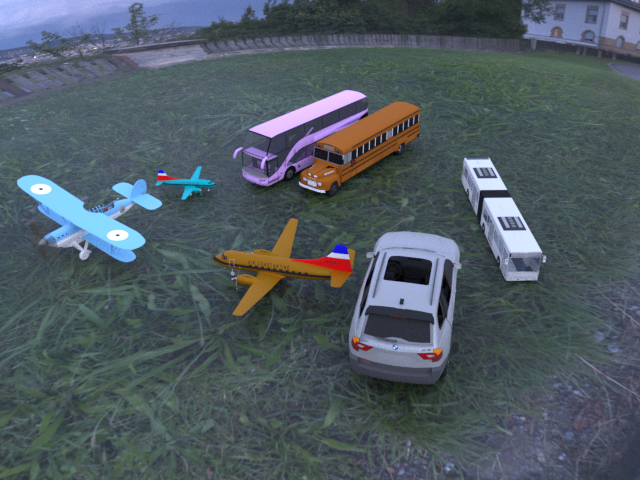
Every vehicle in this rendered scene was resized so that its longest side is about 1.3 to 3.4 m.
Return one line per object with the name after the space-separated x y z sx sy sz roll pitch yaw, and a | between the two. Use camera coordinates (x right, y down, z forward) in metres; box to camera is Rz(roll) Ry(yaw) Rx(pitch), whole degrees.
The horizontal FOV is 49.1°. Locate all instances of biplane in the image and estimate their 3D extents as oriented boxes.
-3.479 -0.341 10.992 2.598 0.981 2.120 20 36 29 | biplane

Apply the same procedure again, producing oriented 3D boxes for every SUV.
1.174 0.644 9.202 1.276 1.128 3.058 7 32 11 | SUV

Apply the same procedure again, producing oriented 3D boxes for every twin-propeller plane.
-2.438 -1.086 12.794 1.095 0.407 1.370 2 31 3 | twin-propeller plane
-0.567 0.294 10.115 2.129 0.792 2.663 8 32 12 | twin-propeller plane

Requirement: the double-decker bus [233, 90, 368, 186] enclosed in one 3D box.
-0.258 -2.014 13.716 0.756 1.052 3.251 24 38 34 | double-decker bus

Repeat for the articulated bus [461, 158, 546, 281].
2.921 -0.450 11.581 0.605 0.561 3.401 -1 31 -1 | articulated bus

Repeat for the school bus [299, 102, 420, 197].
0.822 -1.817 13.589 0.709 0.844 3.322 21 37 31 | school bus
